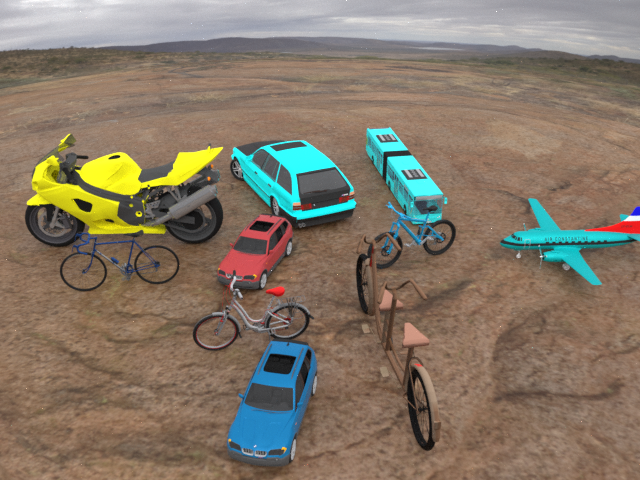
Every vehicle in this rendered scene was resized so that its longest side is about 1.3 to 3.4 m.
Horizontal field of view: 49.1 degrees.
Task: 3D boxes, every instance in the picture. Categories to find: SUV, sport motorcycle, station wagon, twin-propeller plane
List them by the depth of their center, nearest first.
[{"bbox_3d":[-0.447,1.579,7.054,0.656,0.580,1.572,6,28,10],"label":"SUV"},{"bbox_3d":[-0.882,0.130,9.819,0.656,0.580,1.572,9,29,17],"label":"SUV"},{"bbox_3d":[3.645,-0.102,10.033,2.129,0.792,2.663,-1,28,-2],"label":"twin-propeller plane"},{"bbox_3d":[-2.857,-0.653,10.218,2.955,1.596,0.983,-2,28,-3],"label":"sport motorcycle"},{"bbox_3d":[-0.555,-1.208,12.003,1.327,0.920,3.105,-13,30,-23],"label":"station wagon"}]

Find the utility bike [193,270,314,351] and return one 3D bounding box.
[{"bbox_3d":[-0.750,0.859,8.034,1.435,0.946,0.535,-7,28,-13],"label":"utility bike"}]

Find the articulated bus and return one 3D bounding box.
[{"bbox_3d":[1.422,-1.229,12.430,0.605,0.561,3.401,-4,28,-8],"label":"articulated bus"}]

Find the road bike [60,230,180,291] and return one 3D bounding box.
[{"bbox_3d":[-2.657,0.264,9.269,1.545,0.852,0.358,-5,28,-10],"label":"road bike"}]

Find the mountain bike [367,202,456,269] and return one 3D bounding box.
[{"bbox_3d":[1.322,-0.084,9.917,1.469,0.868,0.573,-13,30,-23],"label":"mountain bike"}]

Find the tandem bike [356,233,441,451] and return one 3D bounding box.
[{"bbox_3d":[0.775,0.868,7.607,0.550,1.326,3.192,-5,28,-9],"label":"tandem bike"}]
